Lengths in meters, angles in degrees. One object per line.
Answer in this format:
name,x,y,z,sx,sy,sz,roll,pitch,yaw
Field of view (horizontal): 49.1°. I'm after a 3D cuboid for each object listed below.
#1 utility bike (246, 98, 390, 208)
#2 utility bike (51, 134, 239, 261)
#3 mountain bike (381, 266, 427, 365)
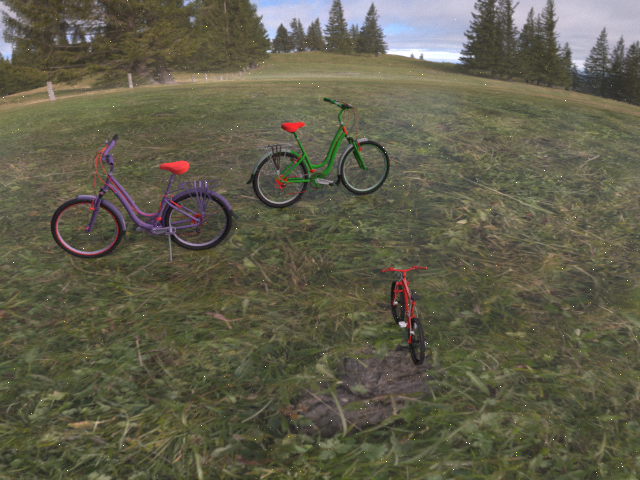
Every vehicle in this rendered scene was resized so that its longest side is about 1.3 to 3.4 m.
utility bike,-0.026,-1.595,12.595,2.791,1.839,1.039,-10,27,-20
utility bike,-2.611,-0.550,10.387,2.791,1.839,1.039,-4,26,-9
mountain bike,1.070,0.854,8.554,0.573,0.868,1.469,-4,26,-7
